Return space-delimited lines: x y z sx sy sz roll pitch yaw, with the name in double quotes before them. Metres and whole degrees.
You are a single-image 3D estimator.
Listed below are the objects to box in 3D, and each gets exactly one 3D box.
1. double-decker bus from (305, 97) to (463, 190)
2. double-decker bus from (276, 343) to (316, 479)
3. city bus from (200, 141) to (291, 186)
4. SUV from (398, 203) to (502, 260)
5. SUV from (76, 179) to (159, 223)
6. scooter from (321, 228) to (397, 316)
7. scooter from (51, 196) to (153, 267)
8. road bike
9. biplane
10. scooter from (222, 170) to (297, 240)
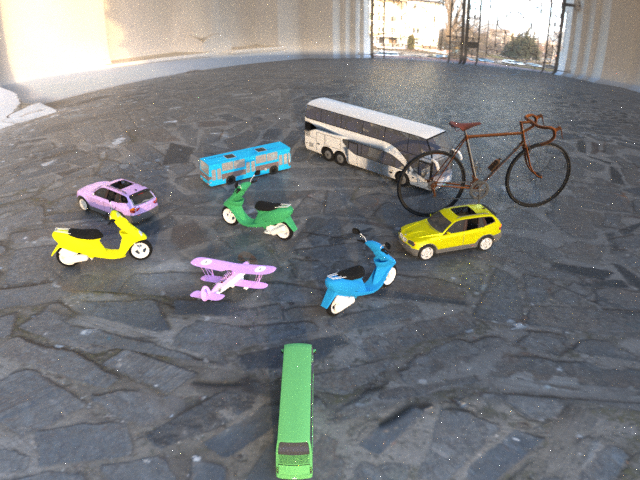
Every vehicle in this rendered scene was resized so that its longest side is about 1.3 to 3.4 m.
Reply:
"double-decker bus" 1.064 -1.808 13.050 3.251 1.052 0.756 24 36 37
"double-decker bus" -0.238 1.662 7.139 0.389 0.541 1.672 0 28 0
"city bus" -1.357 -1.390 12.897 1.674 0.460 0.476 -17 32 -28
"SUV" 1.951 -0.162 10.489 1.572 0.580 0.656 -9 29 -15
"SUV" -3.342 -0.705 11.498 1.572 0.580 0.656 19 34 32
"scooter" 0.546 0.400 9.087 1.399 0.919 0.662 -25 37 -38
"scooter" -3.129 -0.069 9.959 1.399 0.919 0.662 -5 29 -10
"road bike" 2.698 -1.201 11.285 3.004 1.656 0.696 -5 29 -10
"biplane" -1.248 0.533 9.276 1.336 0.504 1.090 14 31 25
"scooter" -0.968 -0.525 10.805 1.399 0.919 0.662 15 32 26
